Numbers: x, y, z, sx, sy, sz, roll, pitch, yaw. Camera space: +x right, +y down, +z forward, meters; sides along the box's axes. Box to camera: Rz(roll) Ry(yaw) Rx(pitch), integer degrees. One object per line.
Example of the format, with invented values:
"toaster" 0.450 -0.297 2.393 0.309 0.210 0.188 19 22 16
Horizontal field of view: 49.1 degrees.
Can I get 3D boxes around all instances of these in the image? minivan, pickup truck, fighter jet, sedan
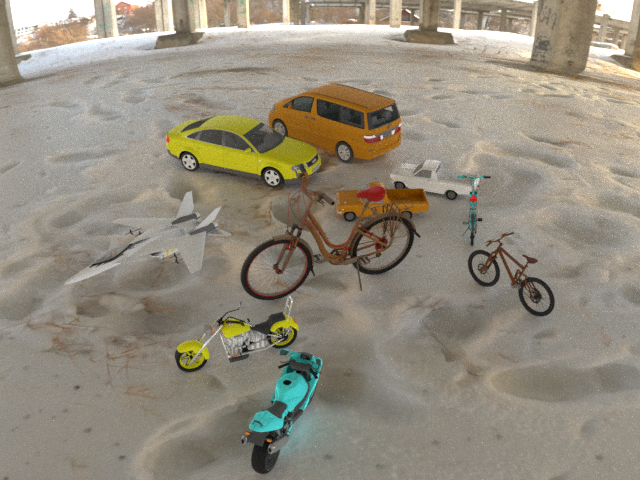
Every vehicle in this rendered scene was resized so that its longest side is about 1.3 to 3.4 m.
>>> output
"minivan" 0.234 -2.561 14.513 3.011 1.197 1.324 25 39 36
"pickup truck" 2.090 -1.151 12.780 1.603 0.511 0.640 11 32 19
"fighter jet" -2.746 0.022 10.729 2.229 0.557 2.640 26 39 37
"pickup truck" 1.054 -0.688 11.989 1.603 0.511 0.640 -1 30 -2
"sedan" -1.492 -1.823 13.505 3.137 0.940 1.235 13 33 21

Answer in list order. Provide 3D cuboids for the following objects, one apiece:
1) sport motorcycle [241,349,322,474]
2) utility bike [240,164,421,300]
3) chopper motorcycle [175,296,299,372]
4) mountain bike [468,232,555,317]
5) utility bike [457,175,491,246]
"sport motorcycle" -0.356 1.772 7.474 0.506 0.821 1.520 12 32 19
"utility bike" 0.252 -0.068 9.612 2.791 1.839 1.039 -13 33 -21
"chopper motorcycle" -1.014 1.149 8.599 1.563 0.761 0.466 -11 32 -18
"mountain bike" 2.638 0.454 9.682 0.573 0.868 1.469 -22 37 -32
"utility bike" 2.437 -0.548 11.319 0.535 0.946 1.435 6 31 10
